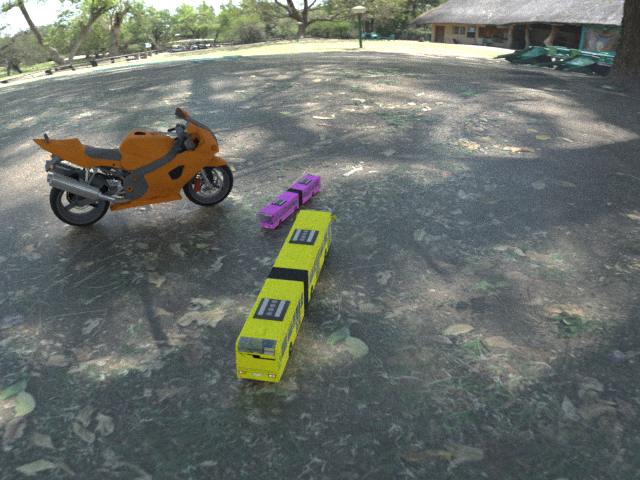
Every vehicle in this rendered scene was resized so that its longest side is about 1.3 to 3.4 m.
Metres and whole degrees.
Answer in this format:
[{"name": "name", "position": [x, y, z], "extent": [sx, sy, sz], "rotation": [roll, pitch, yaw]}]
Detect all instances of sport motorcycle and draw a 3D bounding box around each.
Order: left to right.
[{"name": "sport motorcycle", "position": [-2.829, -1.107, 11.034], "extent": [2.955, 1.596, 0.983], "rotation": [-10, 30, -18]}]

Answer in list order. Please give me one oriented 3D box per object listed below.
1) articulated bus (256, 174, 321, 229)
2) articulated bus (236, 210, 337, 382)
[{"name": "articulated bus", "position": [-0.475, -0.660, 11.582], "extent": [0.311, 0.289, 1.749], "rotation": [13, 31, 22]}, {"name": "articulated bus", "position": [-0.365, 0.560, 9.029], "extent": [0.605, 0.561, 3.401], "rotation": [5, 29, 9]}]
